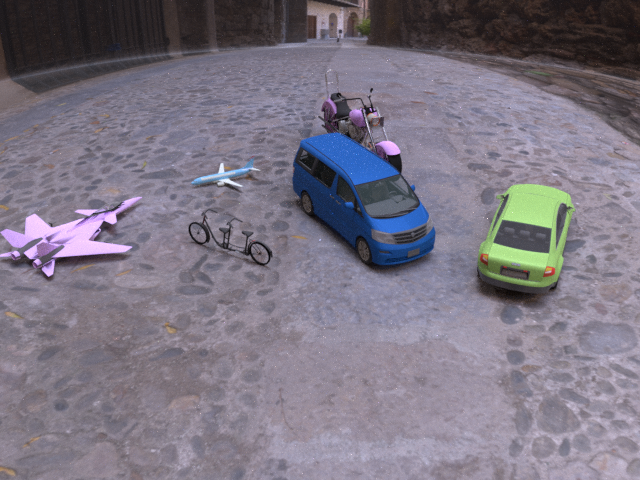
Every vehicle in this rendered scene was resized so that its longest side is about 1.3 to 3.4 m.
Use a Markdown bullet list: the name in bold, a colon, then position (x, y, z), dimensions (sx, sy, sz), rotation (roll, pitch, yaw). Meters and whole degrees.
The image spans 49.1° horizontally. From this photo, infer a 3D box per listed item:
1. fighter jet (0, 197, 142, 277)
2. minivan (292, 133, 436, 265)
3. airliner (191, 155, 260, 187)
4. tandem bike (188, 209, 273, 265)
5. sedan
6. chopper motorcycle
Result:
- **fighter jet**: position (-3.853, -0.338, 11.495), dimensions (2.229, 0.557, 2.640), rotation (16, 34, 25)
- **minivan**: position (0.670, -0.733, 11.538), dimensions (1.324, 1.197, 3.011), rotation (-16, 34, -25)
- **airliner**: position (-1.820, -1.302, 13.272), dimensions (1.307, 0.429, 1.161), rotation (-13, 33, -22)
- **tandem bike**: position (-1.425, -0.066, 10.905), dimensions (1.642, 0.682, 0.283), rotation (17, 34, 26)
- **sedan**: position (3.281, -0.238, 10.944), dimensions (1.235, 0.940, 3.137), rotation (12, 32, 19)
- **chopper motorcycle**: position (0.785, -2.300, 13.940), dimensions (0.906, 1.480, 3.040), rotation (-13, 33, -21)
